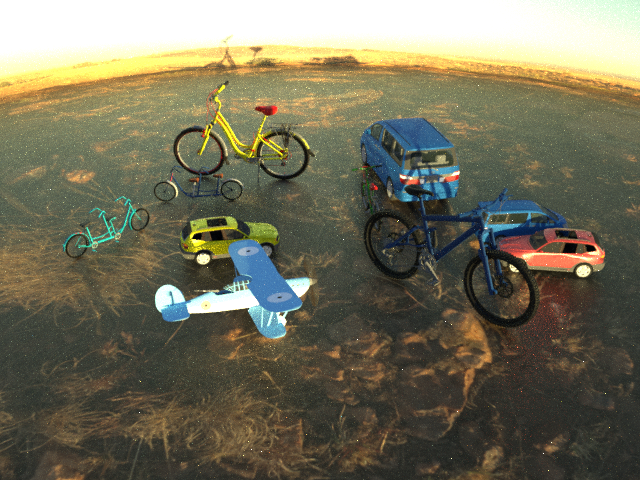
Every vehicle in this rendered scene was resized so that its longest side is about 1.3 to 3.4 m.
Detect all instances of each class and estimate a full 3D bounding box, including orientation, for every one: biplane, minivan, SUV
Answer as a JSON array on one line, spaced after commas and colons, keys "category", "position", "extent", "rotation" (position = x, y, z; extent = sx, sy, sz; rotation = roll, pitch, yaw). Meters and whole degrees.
[{"category": "biplane", "position": [-1.059, 0.704, 9.120], "extent": [2.120, 0.981, 2.598], "rotation": [-9, 29, -16]}, {"category": "minivan", "position": [3.291, -0.308, 11.435], "extent": [1.548, 0.616, 0.681], "rotation": [-3, 28, -6]}, {"category": "SUV", "position": [3.496, 0.143, 10.615], "extent": [1.572, 0.580, 0.656], "rotation": [4, 28, 7]}, {"category": "SUV", "position": [-1.416, -0.050, 10.982], "extent": [1.572, 0.580, 0.656], "rotation": [-7, 29, -12]}, {"category": "minivan", "position": [1.648, -1.712, 13.477], "extent": [1.324, 1.197, 3.011], "rotation": [-6, 28, -11]}]

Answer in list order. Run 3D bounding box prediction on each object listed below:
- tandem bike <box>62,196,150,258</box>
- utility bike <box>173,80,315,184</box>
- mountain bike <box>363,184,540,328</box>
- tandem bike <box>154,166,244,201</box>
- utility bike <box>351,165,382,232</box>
[{"category": "tandem bike", "position": [-3.415, -0.241, 11.235], "extent": [0.283, 0.682, 1.642], "rotation": [21, 34, 34]}, {"category": "utility bike", "position": [-1.491, -1.973, 13.283], "extent": [2.791, 1.839, 1.039], "rotation": [3, 28, 5]}, {"category": "mountain bike", "position": [1.706, 0.091, 9.526], "extent": [2.857, 1.688, 1.114], "rotation": [24, 36, 38]}, {"category": "tandem bike", "position": [-2.203, -1.019, 12.712], "extent": [1.642, 0.682, 0.283], "rotation": [-2, 28, -3]}, {"category": "utility bike", "position": [0.822, -0.760, 11.938], "extent": [0.535, 0.946, 1.435], "rotation": [-4, 28, -8]}]
